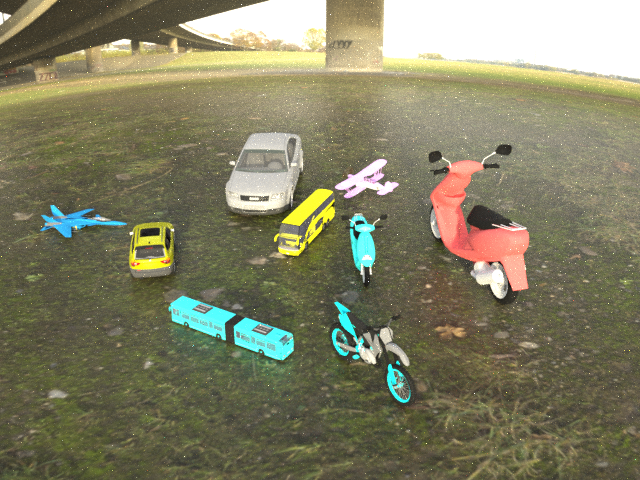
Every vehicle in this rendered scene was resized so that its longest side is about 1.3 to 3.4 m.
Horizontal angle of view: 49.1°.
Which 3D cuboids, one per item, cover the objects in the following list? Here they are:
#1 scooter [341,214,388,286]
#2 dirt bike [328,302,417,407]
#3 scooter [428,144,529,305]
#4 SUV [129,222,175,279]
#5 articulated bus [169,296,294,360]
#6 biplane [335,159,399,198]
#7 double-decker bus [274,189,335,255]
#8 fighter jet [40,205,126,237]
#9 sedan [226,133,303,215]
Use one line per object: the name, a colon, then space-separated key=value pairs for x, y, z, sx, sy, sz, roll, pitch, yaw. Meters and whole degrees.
scooter: x=0.617 y=-0.011 z=10.211 sx=0.662 sy=0.919 sz=1.399 roll=-2 pitch=26 yaw=-3
dirt bike: x=0.566 y=1.198 z=7.777 sx=0.527 sy=0.857 sz=1.493 roll=-17 pitch=31 yaw=-31
scooter: x=2.199 y=-0.356 z=9.928 sx=1.288 sy=1.786 sz=2.721 roll=-7 pitch=27 yaw=-14
SUV: x=-2.506 y=0.054 z=10.467 sx=0.656 sy=0.580 sz=1.572 roll=-5 pitch=26 yaw=-10
articulated bus: x=-1.122 y=1.077 z=8.683 sx=1.749 sy=0.289 sz=0.311 roll=15 pitch=29 yaw=28
biplane: x=0.884 y=-1.032 z=12.802 sx=1.090 sy=0.504 sz=1.336 roll=22 pitch=33 yaw=38
double-decker bus: x=-0.203 y=-0.288 z=11.220 sx=0.389 sy=0.541 sz=1.672 roll=10 pitch=27 yaw=19
fighter jet: x=-3.890 y=-0.355 z=11.652 sx=1.358 sy=0.286 sz=1.147 roll=1 pitch=26 yaw=2
sedan: x=-0.991 y=-1.388 z=13.040 sx=1.235 sy=0.940 sz=3.137 roll=2 pitch=26 yaw=4
